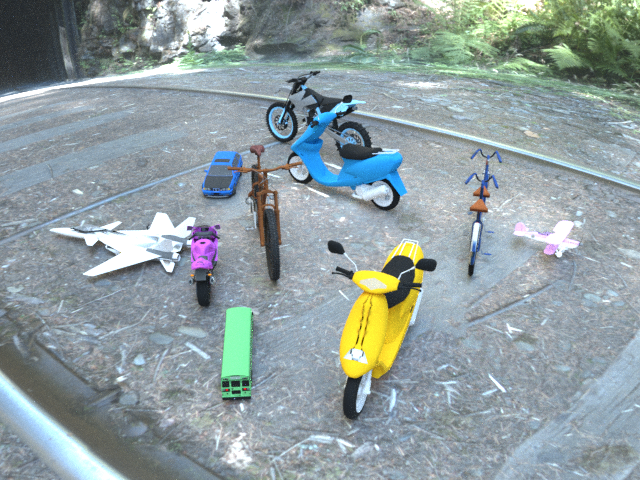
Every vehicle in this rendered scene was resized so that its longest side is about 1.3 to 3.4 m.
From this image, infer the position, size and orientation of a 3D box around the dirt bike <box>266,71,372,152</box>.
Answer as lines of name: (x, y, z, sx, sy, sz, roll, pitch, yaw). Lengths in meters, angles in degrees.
dirt bike: (-0.092, -2.658, 14.974, 2.903, 1.666, 1.024, 21, 35, 34)

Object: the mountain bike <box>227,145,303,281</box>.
mountain bike: (-0.906, -0.610, 11.164, 1.114, 1.688, 2.857, -5, 29, -10)

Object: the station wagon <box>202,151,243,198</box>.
station wagon: (-1.914, -1.333, 13.778, 0.682, 0.473, 1.597, 1, 28, 2)

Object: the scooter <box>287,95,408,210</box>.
scooter: (0.436, -1.623, 12.934, 2.721, 1.786, 1.288, 20, 35, 33)

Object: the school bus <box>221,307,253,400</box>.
school bus: (-1.033, 1.347, 8.863, 0.365, 0.434, 1.708, -2, 28, -4)

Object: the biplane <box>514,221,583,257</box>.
biplane: (3.705, -0.040, 11.354, 1.090, 0.504, 1.336, 15, 32, 25)

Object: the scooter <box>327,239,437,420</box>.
scooter: (0.795, 0.757, 8.533, 1.288, 1.786, 2.721, 11, 30, 19)

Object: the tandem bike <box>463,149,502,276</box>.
tandem bike: (2.646, -0.597, 11.521, 0.550, 1.326, 3.192, 8, 29, 14)

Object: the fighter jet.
fighter jet: (-3.340, -0.124, 11.453, 2.640, 0.557, 2.229, 9, 30, 16)

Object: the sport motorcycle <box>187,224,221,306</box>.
sport motorcycle: (-1.711, 0.324, 10.348, 0.506, 0.821, 1.520, -3, 29, -5)
